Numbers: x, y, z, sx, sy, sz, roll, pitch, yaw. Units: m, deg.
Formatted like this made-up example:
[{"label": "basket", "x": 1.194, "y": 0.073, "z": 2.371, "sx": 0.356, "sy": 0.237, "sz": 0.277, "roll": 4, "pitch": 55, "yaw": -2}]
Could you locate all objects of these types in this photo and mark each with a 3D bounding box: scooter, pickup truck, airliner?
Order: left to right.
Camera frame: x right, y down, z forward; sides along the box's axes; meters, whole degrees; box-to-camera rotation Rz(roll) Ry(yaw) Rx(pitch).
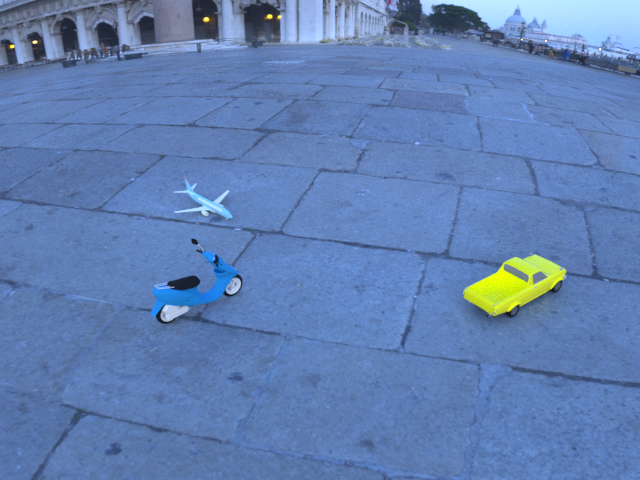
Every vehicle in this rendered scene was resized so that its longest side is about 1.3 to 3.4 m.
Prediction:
[{"label": "scooter", "x": -1.633, "y": 0.544, "z": 9.316, "sx": 1.399, "sy": 0.919, "sz": 0.662, "roll": -22, "pitch": 37, "yaw": -34}, {"label": "airliner", "x": -1.927, "y": -0.706, "z": 11.983, "sx": 1.307, "sy": 0.429, "sz": 1.161, "roll": 26, "pitch": 39, "yaw": 37}, {"label": "pickup truck", "x": 2.714, "y": 0.577, "z": 9.668, "sx": 1.603, "sy": 0.511, "sz": 0.640, "roll": -21, "pitch": 36, "yaw": -32}]
